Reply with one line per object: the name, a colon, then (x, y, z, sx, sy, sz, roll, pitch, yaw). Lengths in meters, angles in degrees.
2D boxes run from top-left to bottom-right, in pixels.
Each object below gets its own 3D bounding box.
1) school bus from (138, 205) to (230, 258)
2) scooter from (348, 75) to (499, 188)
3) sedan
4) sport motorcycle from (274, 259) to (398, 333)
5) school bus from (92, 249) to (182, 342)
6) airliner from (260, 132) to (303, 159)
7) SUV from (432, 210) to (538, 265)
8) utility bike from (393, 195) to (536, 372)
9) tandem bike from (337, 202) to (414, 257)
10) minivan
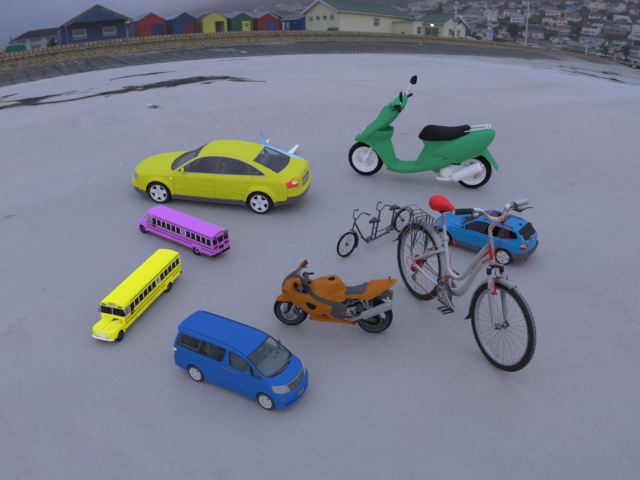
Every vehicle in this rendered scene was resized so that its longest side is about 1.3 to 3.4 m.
school bus: (-2.120, -0.162, 10.659, 1.708, 0.434, 0.365, 19, 34, 32)
scooter: (1.824, -1.857, 12.383, 2.721, 1.786, 1.288, 9, 29, 16)
sedan: (-1.721, -1.193, 12.041, 3.137, 0.940, 1.235, 6, 29, 11)
sport motorcycle: (0.173, 0.737, 8.578, 1.520, 0.821, 0.506, 4, 29, 7)
school bus: (-2.355, 0.695, 9.066, 0.365, 0.434, 1.708, 9, 30, 16)
airliner: (-0.722, -1.755, 13.624, 1.307, 0.429, 1.161, 23, 36, 36)
SUV: (2.460, -0.142, 10.466, 1.572, 0.580, 0.656, 20, 34, 32)
utility bike: (1.756, 0.232, 8.443, 1.039, 1.839, 2.791, -13, 31, -23)
tandem bike: (0.861, -0.249, 10.559, 1.642, 0.682, 0.283, -23, 36, -36)
minivan: (-0.874, 1.302, 7.745, 1.548, 0.616, 0.681, 15, 32, 26)
